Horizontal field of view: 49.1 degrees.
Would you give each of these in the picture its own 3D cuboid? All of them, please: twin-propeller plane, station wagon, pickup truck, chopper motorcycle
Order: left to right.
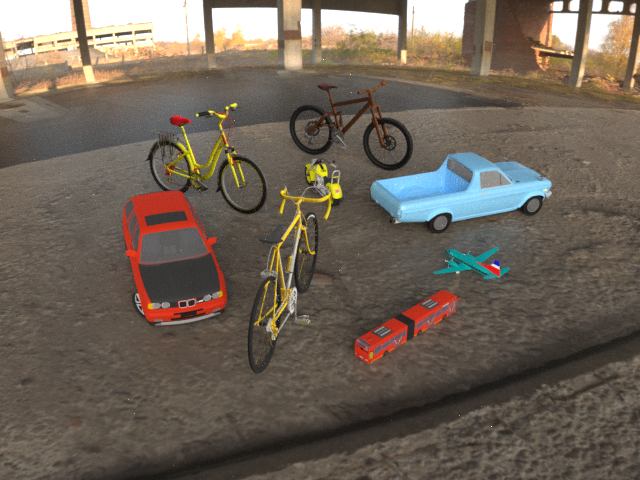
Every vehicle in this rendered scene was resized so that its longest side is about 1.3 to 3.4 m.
[{"bbox_3d":[-2.203,0.112,10.261,1.327,0.920,3.105,-9,29,-17],"label":"station wagon"},{"bbox_3d":[0.041,-1.172,12.918,0.466,0.761,1.563,-10,29,-19],"label":"chopper motorcycle"},{"bbox_3d":[2.479,-0.921,12.180,3.117,0.993,1.244,-10,29,-19],"label":"pickup truck"},{"bbox_3d":[2.268,0.309,10.438,1.370,0.407,1.095,-18,32,-31],"label":"twin-propeller plane"}]

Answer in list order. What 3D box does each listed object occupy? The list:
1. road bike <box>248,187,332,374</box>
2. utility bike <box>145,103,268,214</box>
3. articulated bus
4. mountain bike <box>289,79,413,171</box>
[{"bbox_3d":[-0.414,0.368,8.966,0.696,1.656,3.004,7,28,13],"label":"road bike"},{"bbox_3d":[-2.037,-1.549,12.474,2.791,1.839,1.039,15,31,27],"label":"utility bike"},{"bbox_3d":[1.146,1.097,9.044,1.749,0.289,0.311,-23,35,-37],"label":"articulated bus"},{"bbox_3d":[0.586,-2.386,14.255,2.857,1.688,1.114,15,31,27],"label":"mountain bike"}]
